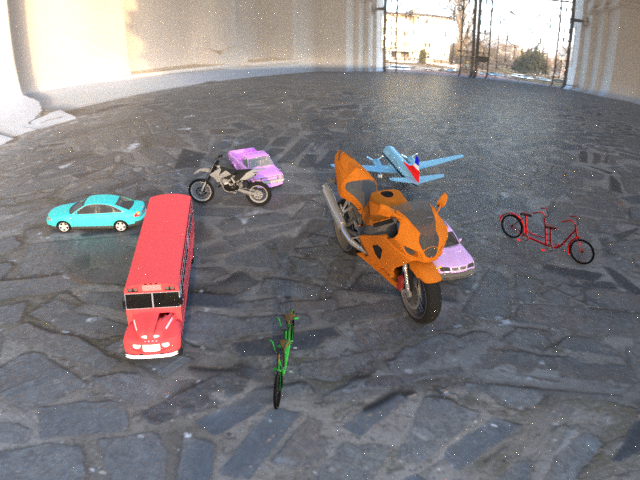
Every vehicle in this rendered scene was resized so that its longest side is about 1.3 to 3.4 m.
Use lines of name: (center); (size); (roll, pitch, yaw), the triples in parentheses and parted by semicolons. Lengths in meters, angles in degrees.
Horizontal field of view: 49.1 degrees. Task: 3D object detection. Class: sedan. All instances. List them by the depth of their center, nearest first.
sedan: (-3.705, -0.472, 11.590); (1.613, 0.483, 0.635); (-1, 27, -2)

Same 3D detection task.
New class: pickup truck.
pickup truck: (-1.251, -1.445, 13.484); (0.640, 0.511, 1.603); (-12, 29, -23)

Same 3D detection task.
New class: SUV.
SUV: (1.724, 0.057, 10.436); (0.656, 0.580, 1.572); (-8, 28, -15)

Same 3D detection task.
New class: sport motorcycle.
sport motorcycle: (0.868, -0.116, 9.652); (0.983, 1.596, 2.955); (-11, 29, -20)

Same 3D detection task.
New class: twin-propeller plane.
twin-propeller plane: (1.541, -1.503, 13.288); (2.663, 0.792, 2.129); (-5, 27, -10)

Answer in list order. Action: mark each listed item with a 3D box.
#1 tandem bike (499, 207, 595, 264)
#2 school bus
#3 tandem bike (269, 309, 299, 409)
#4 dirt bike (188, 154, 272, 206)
tandem bike: (3.467, -0.154, 10.741); (0.283, 0.682, 1.642); (-23, 35, -37)
school bus: (-2.128, 0.393, 9.479); (0.709, 0.844, 3.322); (-3, 27, -5)
tandem bike: (-0.403, 1.219, 8.026); (0.283, 0.682, 1.642); (2, 27, 4)
dirt bike: (-1.590, -1.008, 12.236); (1.493, 0.857, 0.527); (3, 27, 5)
